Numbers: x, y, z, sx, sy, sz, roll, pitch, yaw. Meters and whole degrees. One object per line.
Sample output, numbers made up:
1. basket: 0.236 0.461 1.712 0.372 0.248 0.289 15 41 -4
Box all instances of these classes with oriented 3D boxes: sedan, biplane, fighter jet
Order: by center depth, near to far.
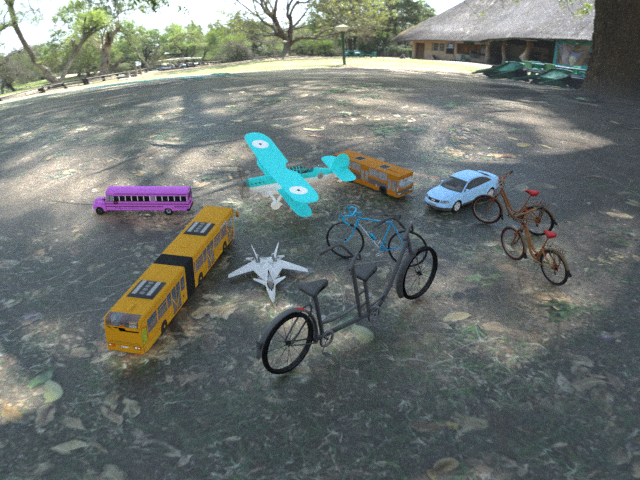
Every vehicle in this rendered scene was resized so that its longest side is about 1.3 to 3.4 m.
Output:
1. fighter jet: -0.729 0.463 9.961 1.147 0.286 1.358 -4 27 -8
2. biplane: -0.416 -1.098 12.315 2.120 0.981 2.598 -12 29 -23
3. sedan: 2.557 -0.942 12.559 1.613 0.483 0.635 -21 33 -35

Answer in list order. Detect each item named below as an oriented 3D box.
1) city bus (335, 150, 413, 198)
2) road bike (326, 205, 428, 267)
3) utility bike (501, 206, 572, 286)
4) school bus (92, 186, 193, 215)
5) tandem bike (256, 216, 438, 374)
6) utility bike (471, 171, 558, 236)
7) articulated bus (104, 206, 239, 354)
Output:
1. city bus: 0.985 -1.243 13.190 0.476 0.460 1.674 -23 34 -38
2. road bike: 0.832 -0.047 10.350 1.545 0.852 0.358 8 28 15
3. utility bike: 3.058 0.058 10.036 0.535 0.946 1.435 -13 29 -24
4. school bus: -3.083 -0.696 12.122 1.708 0.434 0.365 0 26 1
5. tandem bike: 0.458 0.579 8.564 3.192 1.326 0.550 -23 35 -38
6. utility bike: 3.125 -0.565 11.286 1.435 0.946 0.535 15 30 28
7. articulated bus: -1.951 0.415 9.749 0.605 0.561 3.401 6 27 11
